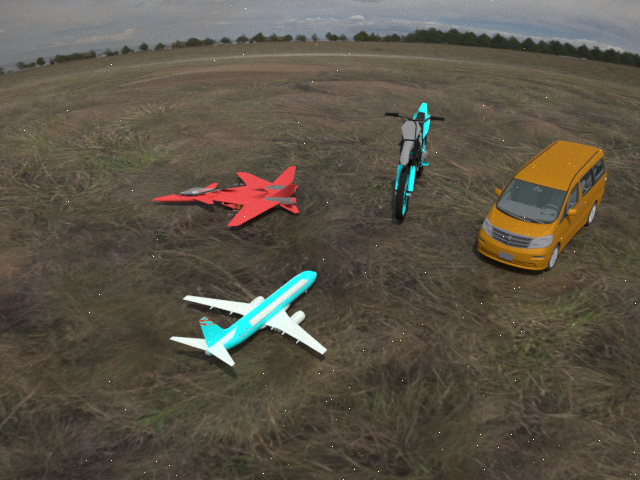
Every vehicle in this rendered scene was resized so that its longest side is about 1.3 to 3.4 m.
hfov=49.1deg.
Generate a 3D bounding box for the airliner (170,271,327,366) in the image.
[{"bbox_3d":[-0.741,0.797,9.201,2.257,0.835,2.541,17,33,28],"label":"airliner"}]

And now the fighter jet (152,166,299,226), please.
[{"bbox_3d":[-1.699,-0.890,12.540,2.640,0.557,2.229,-1,29,-2],"label":"fighter jet"}]

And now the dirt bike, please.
[{"bbox_3d":[1.696,-1.565,12.615,1.024,1.666,2.903,7,30,13],"label":"dirt bike"}]

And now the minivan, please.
[{"bbox_3d":[3.673,-0.615,11.382,1.324,1.197,3.011,20,35,31],"label":"minivan"}]
